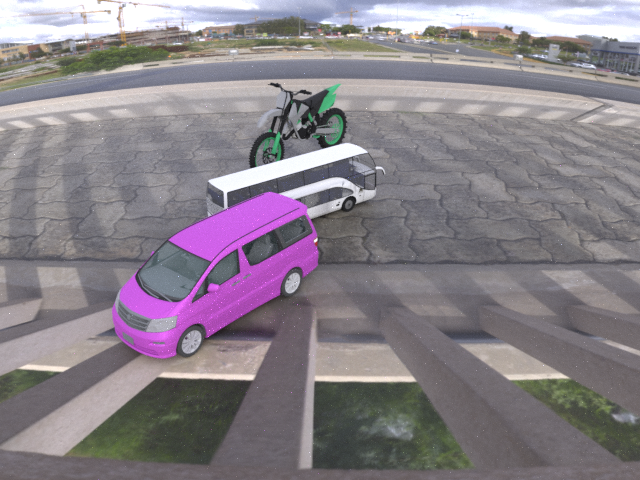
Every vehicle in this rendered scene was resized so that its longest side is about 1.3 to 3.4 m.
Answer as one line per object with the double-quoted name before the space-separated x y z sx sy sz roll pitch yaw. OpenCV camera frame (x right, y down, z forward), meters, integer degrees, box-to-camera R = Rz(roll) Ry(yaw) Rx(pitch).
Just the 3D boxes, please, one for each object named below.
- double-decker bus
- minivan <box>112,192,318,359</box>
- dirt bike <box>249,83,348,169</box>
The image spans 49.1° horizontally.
"double-decker bus" -0.360 -0.843 11.851 3.251 1.052 0.756 -20 34 -32
"minivan" -1.358 0.393 9.414 1.324 1.197 3.011 23 36 35
"dirt bike" -0.369 -2.301 13.901 1.024 1.666 2.903 21 35 34
